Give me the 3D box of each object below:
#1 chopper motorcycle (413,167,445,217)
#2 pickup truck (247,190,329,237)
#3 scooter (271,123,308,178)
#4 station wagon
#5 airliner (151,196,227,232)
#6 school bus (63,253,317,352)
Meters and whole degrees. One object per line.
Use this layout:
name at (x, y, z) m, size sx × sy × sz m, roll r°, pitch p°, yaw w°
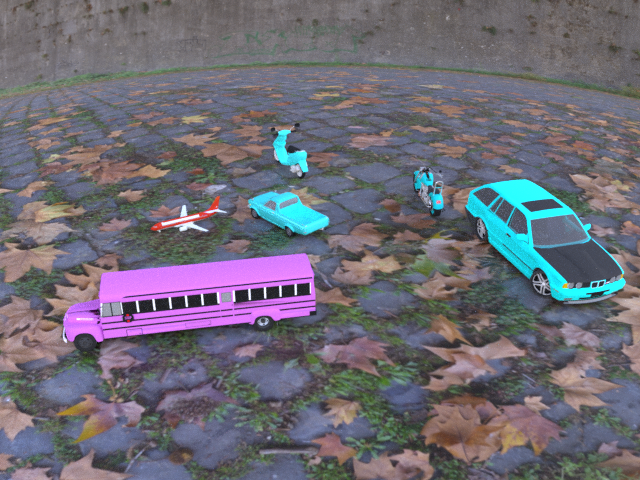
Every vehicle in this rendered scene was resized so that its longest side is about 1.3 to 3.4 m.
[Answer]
chopper motorcycle at (1.974, -1.004, 12.850) m, size 0.466 × 0.761 × 1.563 m, roll -4°, pitch 28°, yaw -7°
pickup truck at (-0.573, -0.506, 12.181) m, size 0.640 × 0.511 × 1.603 m, roll -23°, pitch 36°, yaw -37°
scooter at (-0.625, -1.852, 14.275) m, size 0.662 × 0.919 × 1.399 m, roll -15°, pitch 31°, yaw -26°
station wagon at (3.462, -0.115, 11.009) m, size 1.327 × 0.920 × 3.105 m, roll -8°, pitch 29°, yaw -14°
airliner at (-2.313, -0.441, 12.143) m, size 1.307 × 0.429 × 1.161 m, roll -15°, pitch 31°, yaw -26°
school bus at (-1.734, 0.799, 9.372) m, size 3.322 × 0.844 × 0.709 m, roll -5°, pitch 28°, yaw -10°
